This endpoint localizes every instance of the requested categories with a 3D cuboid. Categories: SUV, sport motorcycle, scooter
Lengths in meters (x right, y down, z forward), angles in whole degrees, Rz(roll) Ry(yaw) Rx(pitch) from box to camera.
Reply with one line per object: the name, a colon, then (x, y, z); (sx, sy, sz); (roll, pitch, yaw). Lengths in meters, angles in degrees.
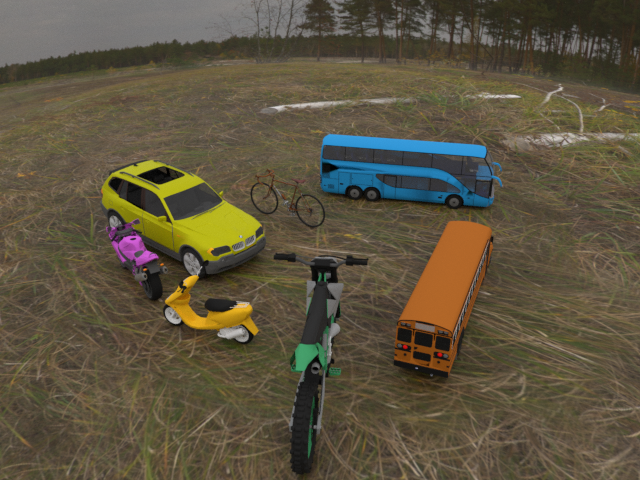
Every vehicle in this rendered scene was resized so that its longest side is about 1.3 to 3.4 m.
SUV: (-2.228, -0.438, 11.052); (3.058, 1.128, 1.276); (22, 35, 35)
sport motorcycle: (-2.634, 0.266, 10.050); (0.506, 0.821, 1.520); (-18, 33, -31)
scooter: (-1.430, 0.820, 8.899); (1.399, 0.919, 0.662); (11, 30, 21)

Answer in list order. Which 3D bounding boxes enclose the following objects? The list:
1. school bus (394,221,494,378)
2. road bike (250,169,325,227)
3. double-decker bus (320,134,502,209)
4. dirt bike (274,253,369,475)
school bus: (1.771, 0.589, 9.415); (0.709, 0.844, 3.322); (10, 30, 19)
road bike: (-0.567, -0.719, 11.878); (1.545, 0.852, 0.358); (16, 32, 28)
double-decker bus: (1.622, -1.245, 12.659); (3.251, 1.052, 0.756); (6, 28, 11)
dirt bike: (-0.032, 1.055, 7.657); (1.024, 1.666, 2.903); (4, 28, 7)
